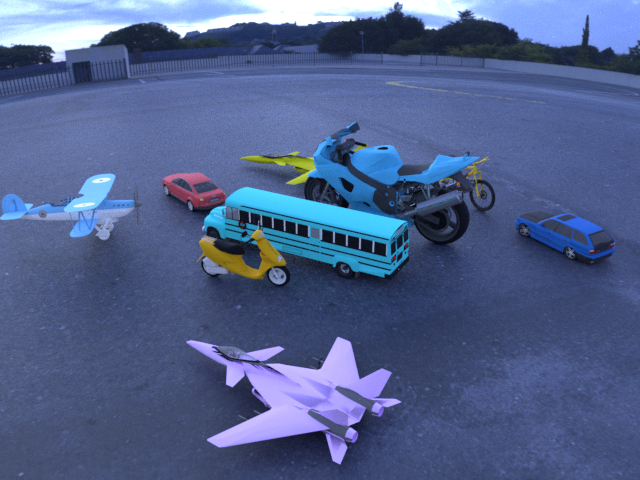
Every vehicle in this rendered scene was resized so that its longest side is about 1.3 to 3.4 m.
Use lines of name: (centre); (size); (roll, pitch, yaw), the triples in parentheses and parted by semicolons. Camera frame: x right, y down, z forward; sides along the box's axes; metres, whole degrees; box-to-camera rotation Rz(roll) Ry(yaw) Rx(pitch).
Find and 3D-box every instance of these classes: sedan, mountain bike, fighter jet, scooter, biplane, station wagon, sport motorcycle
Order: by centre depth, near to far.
fighter jet: (-0.534, 1.404, 7.619); (2.640, 0.557, 2.229); (18, 31, 32)
scooter: (-1.084, 0.164, 9.769); (1.399, 0.919, 0.662); (7, 27, 15)
station wagon: (3.791, -0.151, 10.932); (0.682, 0.473, 1.597); (-15, 30, -28)
biplane: (-3.883, -0.493, 11.057); (2.120, 0.981, 2.598); (-4, 26, -8)
sport motorcycle: (1.035, -0.885, 11.161); (2.955, 1.596, 0.983); (14, 29, 26)
mountain bike: (2.534, -1.070, 12.379); (0.573, 0.868, 1.469); (-18, 31, -32)
sedan: (-2.294, -0.952, 12.577); (0.635, 0.483, 1.613); (-19, 32, -34)
fighter jet: (-0.394, -1.648, 13.933); (2.640, 0.557, 2.229); (8, 27, 17)

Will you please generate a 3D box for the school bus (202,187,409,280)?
school bus: (-0.316, -0.153, 10.510); (3.322, 0.844, 0.709); (14, 29, 26)
